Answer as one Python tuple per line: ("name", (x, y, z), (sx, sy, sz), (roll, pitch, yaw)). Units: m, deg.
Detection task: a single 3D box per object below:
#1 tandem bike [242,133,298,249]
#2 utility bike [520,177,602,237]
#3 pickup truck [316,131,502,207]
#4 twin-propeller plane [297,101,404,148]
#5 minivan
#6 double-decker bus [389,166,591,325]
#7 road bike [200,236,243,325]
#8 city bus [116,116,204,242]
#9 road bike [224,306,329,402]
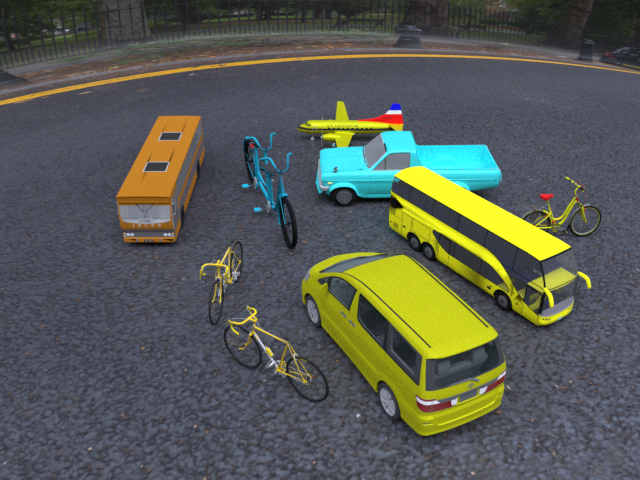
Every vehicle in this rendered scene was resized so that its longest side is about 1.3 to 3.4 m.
("tandem bike", (-0.859, -1.070, 11.368), (0.550, 1.326, 3.192), (-10, 33, -16))
("utility bike", (3.658, -0.454, 10.721), (1.435, 0.946, 0.535), (-5, 32, -9))
("pickup truck", (1.486, -1.285, 12.041), (3.117, 0.993, 1.244), (-1, 31, -1))
("twin-propeller plane", (0.608, -2.357, 13.995), (2.129, 0.792, 2.663), (0, 31, 1))
("minivan", (0.843, 0.903, 8.250), (1.324, 1.197, 3.011), (-15, 34, -23))
("double-decker bus", (2.214, 0.021, 9.839), (0.756, 1.052, 3.251), (-19, 36, -29))
("road bike", (-1.250, 0.446, 9.334), (0.358, 0.852, 1.545), (5, 32, 8))
("city bus", (-2.590, -1.088, 11.812), (0.926, 0.894, 3.255), (0, 31, 0))
("road bike", (-0.528, 1.293, 7.941), (1.545, 0.852, 0.358), (21, 37, 30))
